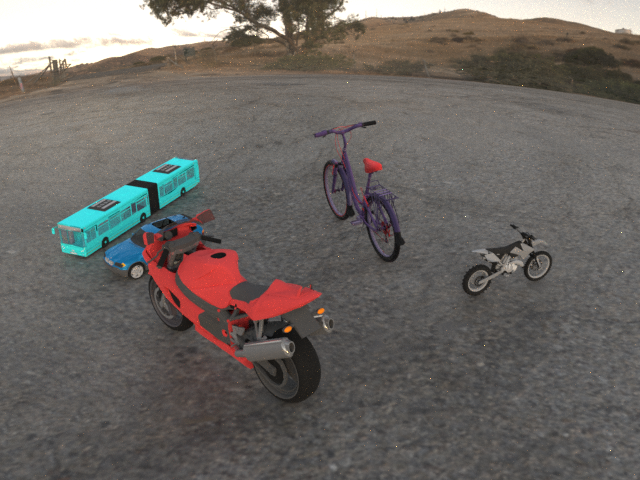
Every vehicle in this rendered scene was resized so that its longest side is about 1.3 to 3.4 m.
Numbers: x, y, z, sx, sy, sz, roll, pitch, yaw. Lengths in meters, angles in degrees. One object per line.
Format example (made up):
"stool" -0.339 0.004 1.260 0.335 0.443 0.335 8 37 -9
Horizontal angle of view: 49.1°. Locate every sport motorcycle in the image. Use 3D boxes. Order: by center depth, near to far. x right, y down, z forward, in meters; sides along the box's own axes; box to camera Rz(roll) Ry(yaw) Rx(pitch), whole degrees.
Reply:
"sport motorcycle" -1.082 0.721 7.987 2.955 1.596 0.983 22 34 38

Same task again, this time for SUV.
"SUV" -2.472 0.058 10.508 1.572 0.580 0.656 -23 34 -38

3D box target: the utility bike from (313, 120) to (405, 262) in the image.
"utility bike" 0.527 -0.819 10.872 1.039 1.839 2.791 -11 28 -21

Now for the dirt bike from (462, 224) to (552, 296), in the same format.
"dirt bike" 2.633 0.286 9.725 1.493 0.857 0.527 -10 28 -20

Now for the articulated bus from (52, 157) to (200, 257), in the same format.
"articulated bus" -3.158 -0.659 12.002 0.605 0.561 3.401 10 28 20
